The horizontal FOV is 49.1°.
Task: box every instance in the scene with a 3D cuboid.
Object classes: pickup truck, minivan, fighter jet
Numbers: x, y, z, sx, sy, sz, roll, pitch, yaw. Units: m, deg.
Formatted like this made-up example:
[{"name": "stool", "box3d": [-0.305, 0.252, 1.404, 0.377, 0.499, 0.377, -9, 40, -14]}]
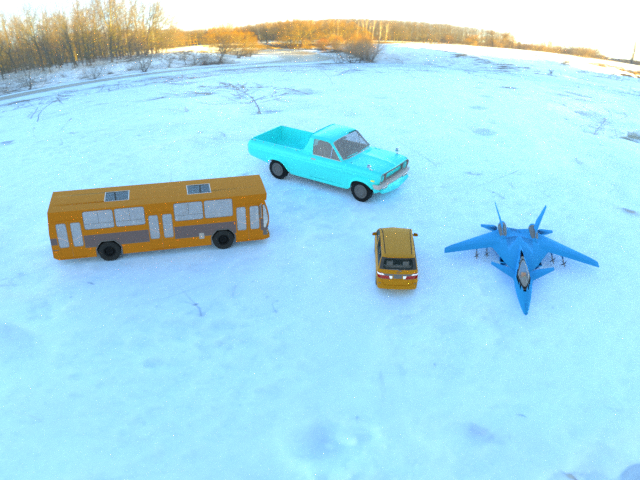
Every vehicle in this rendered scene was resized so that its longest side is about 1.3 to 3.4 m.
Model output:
[{"name": "pickup truck", "box3d": [0.129, -1.638, 13.281, 3.117, 0.993, 1.244, 18, 33, 30]}, {"name": "minivan", "box3d": [1.106, 0.159, 10.262, 0.681, 0.616, 1.548, 1, 28, 3]}, {"name": "fighter jet", "box3d": [2.943, 0.228, 10.194, 2.229, 0.557, 2.640, 5, 28, 10]}]

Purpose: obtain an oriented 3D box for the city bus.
[{"name": "city bus", "box3d": [-2.456, -0.334, 10.903, 3.255, 0.894, 0.926, -6, 28, -11]}]
